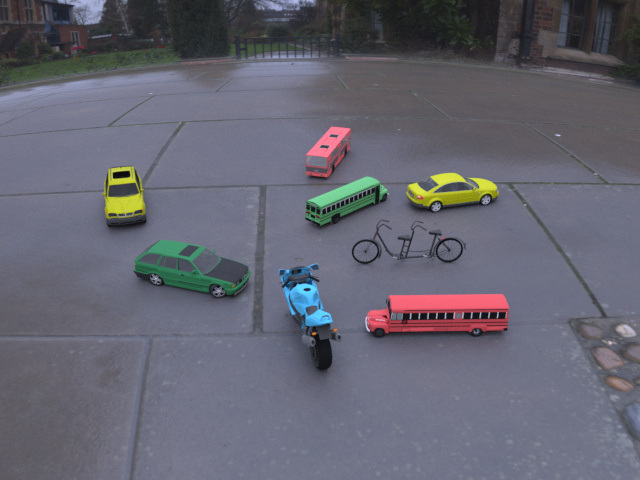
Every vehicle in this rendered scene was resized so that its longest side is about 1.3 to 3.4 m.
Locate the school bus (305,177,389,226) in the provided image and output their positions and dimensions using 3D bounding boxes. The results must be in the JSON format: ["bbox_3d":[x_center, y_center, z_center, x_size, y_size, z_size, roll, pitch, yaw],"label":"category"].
[{"bbox_3d":[0.487,-0.670,11.560,1.708,0.434,0.365,-25,37,-38],"label":"school bus"}]

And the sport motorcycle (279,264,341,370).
[{"bbox_3d":[-0.140,0.859,8.257,0.506,0.821,1.520,-8,29,-15],"label":"sport motorcycle"}]

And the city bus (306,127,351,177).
[{"bbox_3d":[0.181,-1.682,13.445,0.476,0.460,1.674,8,29,15],"label":"city bus"}]

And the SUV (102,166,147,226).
[{"bbox_3d":[-3.240,-0.755,11.563,0.656,0.580,1.572,-7,29,-14],"label":"SUV"}]

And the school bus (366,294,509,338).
[{"bbox_3d":[1.418,0.915,8.565,1.708,0.434,0.365,-1,28,-1],"label":"school bus"}]

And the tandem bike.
[{"bbox_3d":[1.273,0.034,9.964,1.642,0.682,0.283,-1,28,-2],"label":"tandem bike"}]

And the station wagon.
[{"bbox_3d":[-1.742,0.355,9.580,1.597,0.473,0.682,10,29,17],"label":"station wagon"}]

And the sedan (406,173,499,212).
[{"bbox_3d":[2.267,-0.863,11.871,1.613,0.483,0.635,-8,29,-15],"label":"sedan"}]
